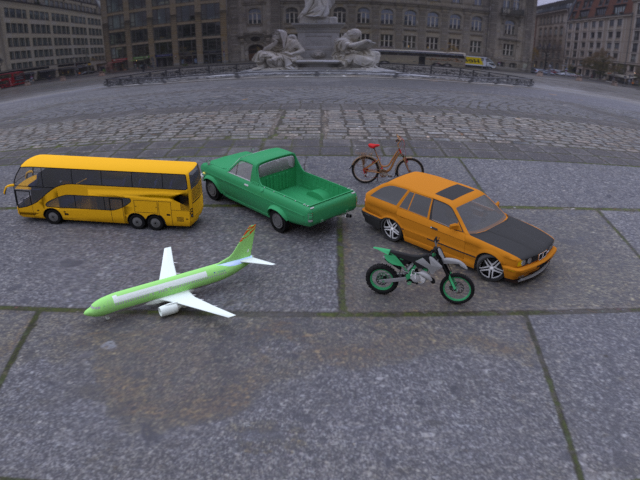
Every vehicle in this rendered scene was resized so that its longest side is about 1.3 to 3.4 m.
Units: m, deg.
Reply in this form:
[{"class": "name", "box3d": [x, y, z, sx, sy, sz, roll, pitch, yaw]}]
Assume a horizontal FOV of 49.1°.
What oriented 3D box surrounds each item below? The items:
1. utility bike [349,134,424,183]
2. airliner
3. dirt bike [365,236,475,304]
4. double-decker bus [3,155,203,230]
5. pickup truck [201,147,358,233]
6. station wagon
[{"class": "utility bike", "box3d": [1.271, -1.536, 13.336, 1.435, 0.946, 0.535, 3, 26, 6]}, {"class": "airliner", "box3d": [-1.942, 0.439, 9.453, 2.541, 0.835, 2.257, -15, 30, -28]}, {"class": "dirt bike", "box3d": [1.354, 0.420, 9.467, 1.493, 0.857, 0.527, 7, 27, 14]}, {"class": "double-decker bus", "box3d": [-3.607, -0.826, 11.776, 3.251, 1.052, 0.756, 4, 26, 7]}, {"class": "pickup truck", "box3d": [-0.801, -1.001, 12.198, 1.244, 0.993, 3.117, -22, 34, -38]}, {"class": "station wagon", "box3d": [2.117, -0.315, 10.886, 1.327, 0.920, 3.105, -23, 34, -39]}]
